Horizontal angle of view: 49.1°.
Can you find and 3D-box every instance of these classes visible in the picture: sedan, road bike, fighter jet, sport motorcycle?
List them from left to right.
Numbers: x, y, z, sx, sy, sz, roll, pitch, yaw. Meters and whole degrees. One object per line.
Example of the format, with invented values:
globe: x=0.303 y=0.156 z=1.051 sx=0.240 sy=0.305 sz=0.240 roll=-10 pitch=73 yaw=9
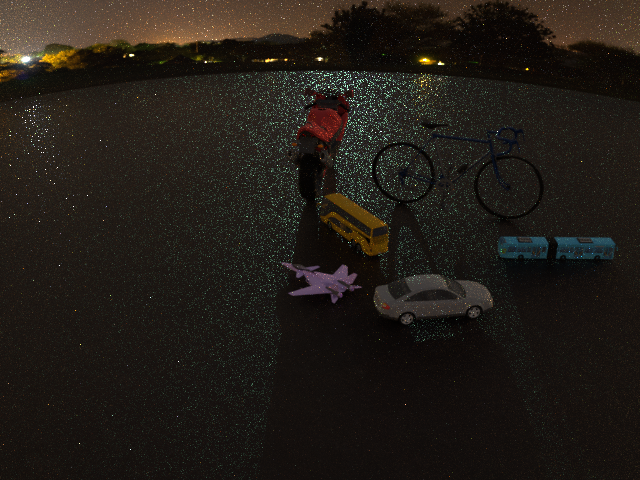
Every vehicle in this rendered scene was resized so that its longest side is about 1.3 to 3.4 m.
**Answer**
fighter jet: x=-0.094 y=0.475 z=10.149 sx=1.358 sy=0.286 sz=1.147 roll=23 pitch=35 yaw=38
sport motorcycle: x=0.028 y=-1.919 z=13.457 sx=0.983 sy=1.596 sz=2.955 roll=5 pitch=27 yaw=10
sedan: x=1.530 y=0.744 z=9.397 sx=1.613 sy=0.483 sz=0.635 roll=-4 pitch=27 yaw=-8
road bike: x=2.341 y=-1.265 z=12.089 sx=3.004 sy=1.656 sz=0.697 roll=10 pitch=28 yaw=19

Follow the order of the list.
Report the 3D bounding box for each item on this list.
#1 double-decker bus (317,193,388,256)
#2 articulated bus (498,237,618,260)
double-decker bus: x=0.518 y=-0.287 z=11.384 sx=0.389 sy=0.541 sz=1.672 roll=-14 pitch=30 yaw=-26
articulated bus: x=3.665 y=0.125 z=10.845 sx=1.749 sy=0.289 sz=0.311 roll=1 pitch=27 yaw=1
